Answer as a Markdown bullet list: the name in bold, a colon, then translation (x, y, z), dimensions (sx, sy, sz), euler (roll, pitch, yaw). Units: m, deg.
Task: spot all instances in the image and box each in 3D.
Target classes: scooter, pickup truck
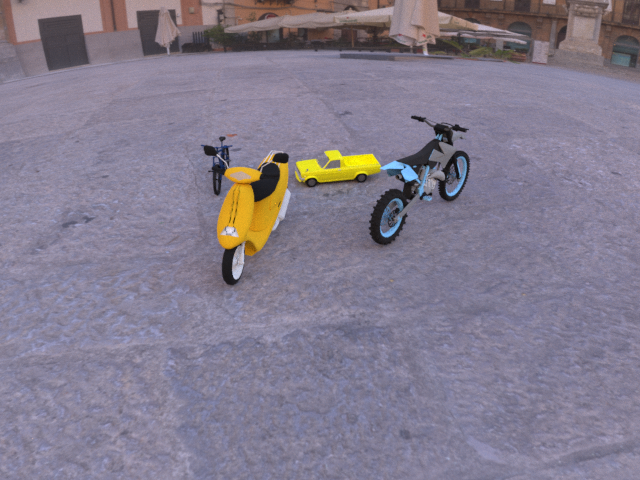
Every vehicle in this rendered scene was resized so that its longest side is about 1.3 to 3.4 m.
- **scooter**: translation (-0.985, -0.660, 10.639), dimensions (1.288, 1.786, 2.721), euler (7, 30, 13)
- **pickup truck**: translation (0.333, -1.400, 13.239), dimensions (1.603, 0.511, 0.640), euler (-6, 30, -11)

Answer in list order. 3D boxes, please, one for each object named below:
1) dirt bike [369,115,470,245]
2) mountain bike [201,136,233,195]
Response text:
- **dirt bike**: translation (1.717, -1.074, 11.491), dimensions (1.024, 1.666, 2.903), euler (22, 36, 34)
- **mountain bike**: translation (-1.838, -1.449, 12.963), dimensions (0.573, 0.868, 1.469), euler (1, 30, 2)
